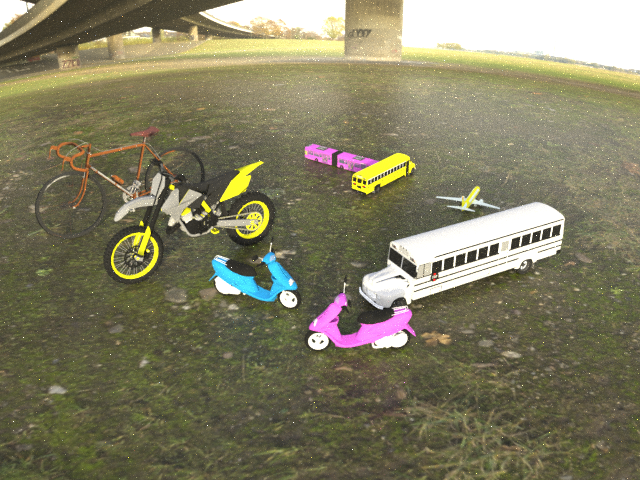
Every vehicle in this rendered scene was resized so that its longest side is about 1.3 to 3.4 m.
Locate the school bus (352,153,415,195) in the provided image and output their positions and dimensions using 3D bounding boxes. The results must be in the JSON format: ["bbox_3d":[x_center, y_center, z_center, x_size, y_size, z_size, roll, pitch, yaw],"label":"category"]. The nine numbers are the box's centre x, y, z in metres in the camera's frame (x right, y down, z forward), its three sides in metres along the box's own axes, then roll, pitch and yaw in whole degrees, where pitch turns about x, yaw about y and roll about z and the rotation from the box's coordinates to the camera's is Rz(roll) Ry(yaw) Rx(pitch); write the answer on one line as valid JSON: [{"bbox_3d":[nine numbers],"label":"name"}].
[{"bbox_3d":[1.271,-1.306,13.552,0.365,0.434,1.708,22,35,35],"label":"school bus"}]

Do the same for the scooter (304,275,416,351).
[{"bbox_3d":[0.502,0.986,8.703,1.399,0.919,0.662,-1,28,-3],"label":"scooter"}]

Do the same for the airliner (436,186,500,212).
[{"bbox_3d":[2.714,-0.817,12.633,1.161,0.429,1.307,13,30,22],"label":"airliner"}]

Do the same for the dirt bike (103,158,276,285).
[{"bbox_3d":[-1.891,-0.382,10.489,2.903,1.666,1.024,-20,34,-33],"label":"dirt bike"}]

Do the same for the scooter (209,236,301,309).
[{"bbox_3d":[-0.913,0.462,9.693,1.399,0.919,0.662,10,29,18],"label":"scooter"}]

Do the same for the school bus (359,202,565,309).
[{"bbox_3d":[2.105,0.222,10.227,3.322,0.844,0.709,-15,31,-25],"label":"school bus"}]

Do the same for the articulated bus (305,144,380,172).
[{"bbox_3d":[0.447,-1.642,14.342,1.749,0.289,0.311,19,34,32],"label":"articulated bus"}]

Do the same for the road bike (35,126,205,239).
[{"bbox_3d":[-3.287,-1.036,11.735,3.004,1.656,0.697,-19,33,-32],"label":"road bike"}]
